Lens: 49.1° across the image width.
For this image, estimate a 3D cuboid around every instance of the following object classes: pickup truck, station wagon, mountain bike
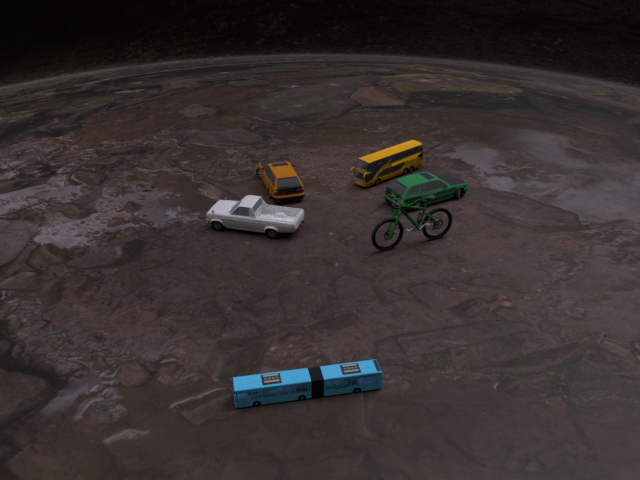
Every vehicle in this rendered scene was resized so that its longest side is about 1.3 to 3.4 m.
[{"bbox_3d":[-1.080,-0.429,11.657,1.603,0.511,0.640,8,30,14],"label":"pickup truck"},{"bbox_3d":[1.941,-0.953,12.646,1.597,0.473,0.682,-16,33,-26],"label":"station wagon"},{"bbox_3d":[1.475,-0.311,11.073,1.469,0.868,0.573,-12,31,-21],"label":"mountain bike"},{"bbox_3d":[-0.751,-1.213,13.117,0.682,0.473,1.597,-8,30,-14],"label":"station wagon"}]

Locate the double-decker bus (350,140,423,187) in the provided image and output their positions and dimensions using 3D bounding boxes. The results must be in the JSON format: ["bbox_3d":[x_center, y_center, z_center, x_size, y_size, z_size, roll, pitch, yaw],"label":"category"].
[{"bbox_3d":[1.317,-1.467,13.507,1.672,0.541,0.389,-22,36,-35],"label":"double-decker bus"}]

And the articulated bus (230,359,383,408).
[{"bbox_3d":[-0.147,1.658,8.104,1.749,0.289,0.311,-5,29,-10],"label":"articulated bus"}]
